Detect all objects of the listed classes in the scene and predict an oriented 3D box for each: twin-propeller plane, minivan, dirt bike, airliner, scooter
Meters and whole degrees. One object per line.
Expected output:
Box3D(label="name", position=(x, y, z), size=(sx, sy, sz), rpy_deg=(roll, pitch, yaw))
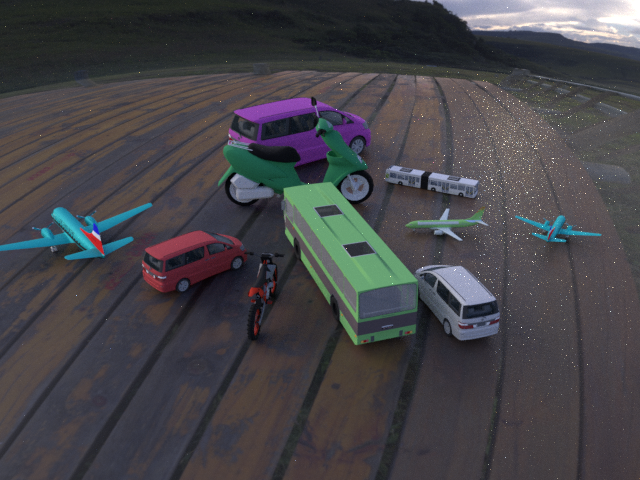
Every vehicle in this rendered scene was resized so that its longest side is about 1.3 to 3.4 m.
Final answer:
Box3D(label="twin-propeller plane", position=(3.787, -0.223, 11.232), size=(1.370, 0.407, 1.095), rpy_deg=(15, 31, 26))
Box3D(label="minivan", position=(-1.786, 0.230, 10.149), size=(1.548, 0.616, 0.681), rpy_deg=(-23, 36, -37))
Box3D(label="minivan", position=(-0.341, -2.213, 14.162), size=(3.011, 1.197, 1.324), rpy_deg=(-19, 33, -31))
Box3D(label="dirt bike", position=(-0.750, 0.621, 9.149), size=(0.527, 0.857, 1.493), rpy_deg=(4, 28, 8))
Box3D(label="airliner", position=(2.056, -0.347, 11.444), size=(1.307, 0.429, 1.161), rpy_deg=(0, 28, -1))
Box3D(label="minivan", position=(1.754, 0.704, 9.250), size=(0.681, 0.616, 1.548), rpy_deg=(-9, 29, -16))
Box3D(label="twin-propeller plane", position=(-3.744, -0.203, 10.783), size=(2.663, 0.792, 2.129), rpy_deg=(-20, 34, -33))
Box3D(label="scooter", position=(-0.411, -1.421, 12.026), size=(2.721, 1.786, 1.288), rpy_deg=(-1, 28, -2))

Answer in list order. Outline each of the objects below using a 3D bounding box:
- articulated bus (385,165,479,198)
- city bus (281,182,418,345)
Box3D(label="articulated bus", position=(2.072, -1.088, 13.000), size=(1.749, 0.289, 0.311), rpy_deg=(13, 31, 23))
Box3D(label="city bus", position=(0.310, 0.235, 9.841), size=(0.926, 0.894, 3.255), rpy_deg=(-9, 29, -16))
